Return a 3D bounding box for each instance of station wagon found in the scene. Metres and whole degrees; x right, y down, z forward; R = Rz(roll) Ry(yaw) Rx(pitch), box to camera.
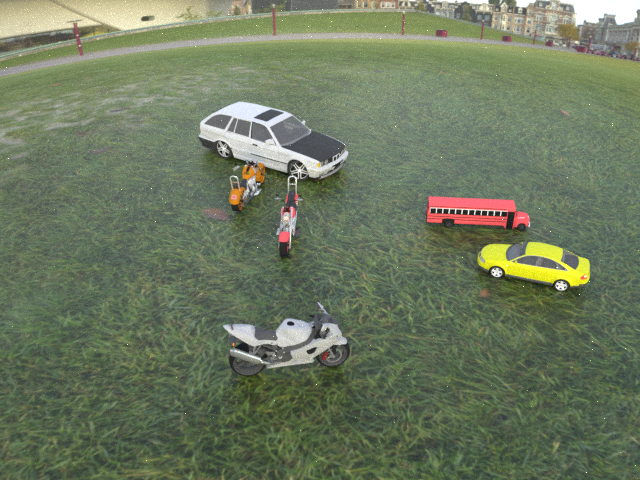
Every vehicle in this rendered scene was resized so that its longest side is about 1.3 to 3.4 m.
[{"bbox_3d":[-0.938,-2.036,13.874,3.105,0.920,1.327,19,36,29],"label":"station wagon"}]

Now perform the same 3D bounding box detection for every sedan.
[{"bbox_3d":[3.161,0.314,10.372,1.613,0.483,0.635,12,33,19],"label":"sedan"}]

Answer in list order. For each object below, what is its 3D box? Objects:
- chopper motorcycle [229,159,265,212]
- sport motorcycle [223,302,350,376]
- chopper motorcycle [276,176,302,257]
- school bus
[{"bbox_3d":[-1.271,-1.091,12.450,0.466,0.761,1.563,7,32,12],"label":"chopper motorcycle"},{"bbox_3d":[-0.381,1.256,8.467,1.520,0.821,0.506,-4,31,-7],"label":"sport motorcycle"},{"bbox_3d":[-0.511,-0.387,11.272,0.466,0.761,1.563,2,31,3],"label":"chopper motorcycle"},{"bbox_3d":[2.644,-0.451,11.699,1.708,0.434,0.365,3,31,5],"label":"school bus"}]
